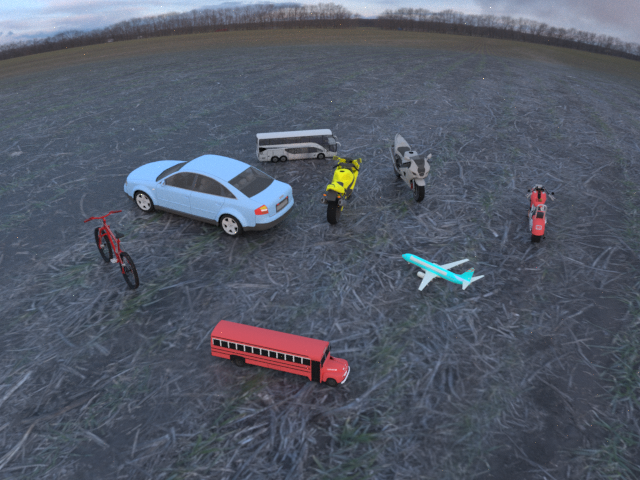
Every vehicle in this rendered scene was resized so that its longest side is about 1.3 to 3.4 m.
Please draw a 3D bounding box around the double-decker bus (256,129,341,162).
[{"bbox_3d":[-0.437,-1.886,13.968,1.672,0.541,0.389,-5,31,-9],"label":"double-decker bus"}]

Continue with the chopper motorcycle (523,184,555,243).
[{"bbox_3d":[3.567,-0.557,11.468,0.466,0.761,1.563,7,31,12],"label":"chopper motorcycle"}]

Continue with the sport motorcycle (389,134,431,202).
[{"bbox_3d":[1.624,-1.320,12.718,0.506,0.821,1.520,-6,31,-11],"label":"sport motorcycle"}]

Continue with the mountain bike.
[{"bbox_3d":[-2.994,0.120,10.199,0.573,0.868,1.469,-21,36,-32],"label":"mountain bike"}]

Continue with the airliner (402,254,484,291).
[{"bbox_3d":[1.711,0.362,10.221,1.161,0.429,1.307,-26,39,-37],"label":"airliner"}]

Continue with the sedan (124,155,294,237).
[{"bbox_3d":[-1.952,-0.919,11.911,3.137,0.940,1.235,15,33,24],"label":"sedan"}]

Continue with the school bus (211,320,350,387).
[{"bbox_3d":[-0.482,1.367,8.492,1.708,0.434,0.365,9,32,16],"label":"school bus"}]

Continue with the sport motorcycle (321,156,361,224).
[{"bbox_3d":[0.367,-0.886,11.973,0.506,0.821,1.520,8,31,13],"label":"sport motorcycle"}]
